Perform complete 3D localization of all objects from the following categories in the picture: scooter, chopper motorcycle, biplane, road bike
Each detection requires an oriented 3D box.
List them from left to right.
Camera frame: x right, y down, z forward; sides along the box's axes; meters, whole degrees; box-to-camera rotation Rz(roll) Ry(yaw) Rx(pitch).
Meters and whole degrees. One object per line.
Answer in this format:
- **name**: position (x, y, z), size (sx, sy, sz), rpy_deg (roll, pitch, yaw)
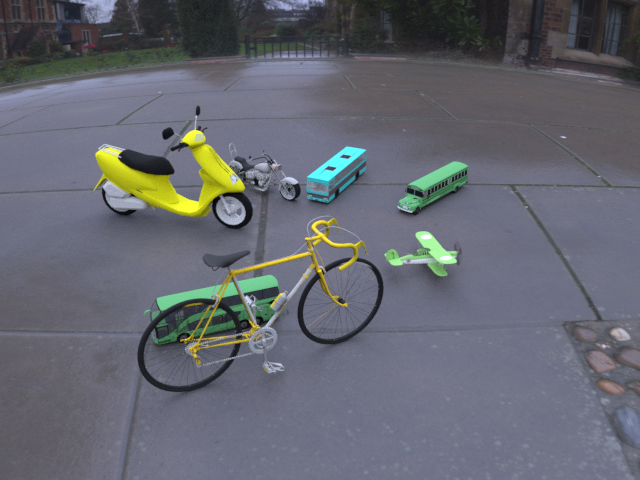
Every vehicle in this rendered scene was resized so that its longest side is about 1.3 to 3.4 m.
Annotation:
- **scooter**: position (-2.374, -1.104, 11.026), size (2.721, 1.786, 1.288), rpy_deg (7, 29, 13)
- **chopper motorcycle**: position (-1.009, -1.197, 12.292), size (1.563, 0.761, 0.466), rpy_deg (18, 33, 30)
- **road bike**: position (-0.560, 0.714, 7.756), size (3.004, 1.656, 0.697), rpy_deg (-14, 31, -24)
- **biplane**: position (1.456, 0.235, 9.878), size (1.090, 0.504, 1.336), rpy_deg (-4, 28, -8)

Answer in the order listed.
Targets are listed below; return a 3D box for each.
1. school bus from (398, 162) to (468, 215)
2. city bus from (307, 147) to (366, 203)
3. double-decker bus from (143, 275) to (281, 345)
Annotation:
- **school bus**: position (1.962, -0.908, 12.096), size (0.365, 0.434, 1.708), rpy_deg (23, 36, 36)
- **city bus**: position (0.320, -1.175, 12.569), size (0.476, 0.460, 1.674), rpy_deg (13, 31, 23)
- **double-decker bus**: position (-1.307, 0.865, 8.657), size (1.672, 0.541, 0.389), rpy_deg (-11, 30, -19)
